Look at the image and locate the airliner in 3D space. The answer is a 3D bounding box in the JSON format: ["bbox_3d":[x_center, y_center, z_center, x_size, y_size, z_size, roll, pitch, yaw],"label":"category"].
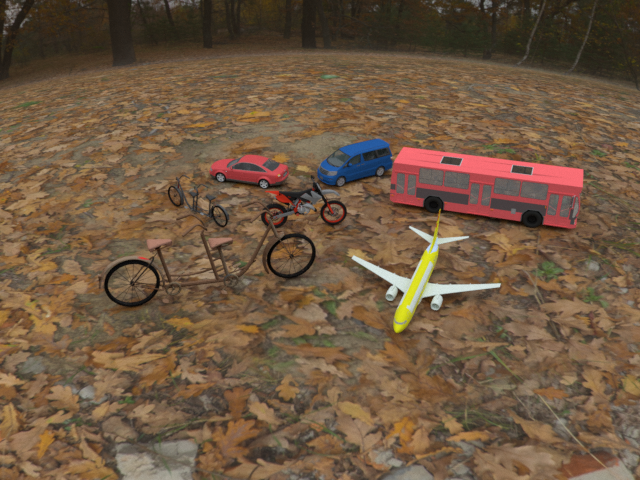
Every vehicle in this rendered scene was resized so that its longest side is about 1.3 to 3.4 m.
[{"bbox_3d":[1.459,0.432,10.177,2.257,0.835,2.541,11,31,18],"label":"airliner"}]

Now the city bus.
[{"bbox_3d":[2.935,-0.919,12.504,3.255,0.894,0.926,10,31,16],"label":"city bus"}]

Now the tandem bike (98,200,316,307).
[{"bbox_3d":[-1.579,0.197,10.094,3.192,1.326,0.550,-9,31,-16],"label":"tandem bike"}]

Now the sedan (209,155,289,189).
[{"bbox_3d":[-1.411,-1.403,13.776,1.613,0.483,0.635,10,31,16],"label":"sedan"}]

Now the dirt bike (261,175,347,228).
[{"bbox_3d":[-0.275,-0.617,12.008,1.493,0.857,0.527,-3,30,-5],"label":"dirt bike"}]

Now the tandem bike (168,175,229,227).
[{"bbox_3d":[-2.179,-0.719,12.365,1.642,0.682,0.283,23,37,35],"label":"tandem bike"}]

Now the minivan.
[{"bbox_3d":[0.688,-1.549,13.899,1.548,0.616,0.681,-17,33,-27],"label":"minivan"}]
